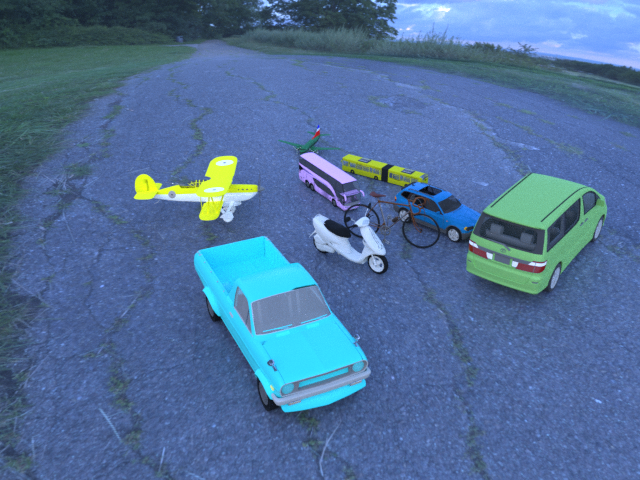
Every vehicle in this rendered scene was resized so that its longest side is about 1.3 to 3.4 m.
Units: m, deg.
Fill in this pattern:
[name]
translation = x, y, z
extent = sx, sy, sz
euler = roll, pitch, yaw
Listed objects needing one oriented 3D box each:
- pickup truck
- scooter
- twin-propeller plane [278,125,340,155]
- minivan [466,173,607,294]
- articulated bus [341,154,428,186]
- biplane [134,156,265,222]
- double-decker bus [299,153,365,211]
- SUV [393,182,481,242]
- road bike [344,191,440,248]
[pickup truck]
translation = -0.584, 0.812, 8.585
extent = 1.244, 0.993, 3.117
euler = -13, 31, -22
[scooter]
translation = 0.418, -0.073, 10.275
extent = 1.399, 0.919, 0.662
euler = 20, 35, 32
[twin-propeller plane]
translation = -0.195, -2.021, 14.357
extent = 1.370, 0.407, 1.095
euler = 10, 30, 18
[minivan]
translation = 3.332, -0.300, 10.399
extent = 1.324, 1.197, 3.011
euler = 20, 35, 32
[articulated bus]
translation = 1.188, -1.276, 13.121
extent = 1.749, 0.289, 0.311
euler = 18, 34, 30
[biplane]
translation = -1.970, -0.815, 11.563
extent = 2.120, 0.981, 2.598
euler = -1, 29, -2
[double-decker bus]
translation = 0.163, -1.037, 12.423
extent = 0.389, 0.541, 1.672
euler = -16, 33, -27
[SUV]
translation = 1.932, -0.498, 11.401
extent = 1.572, 0.580, 0.656
euler = 24, 37, 37
[road bike]
translation = 1.103, -0.329, 10.811
extent = 1.545, 0.852, 0.358
euler = 10, 30, 18
